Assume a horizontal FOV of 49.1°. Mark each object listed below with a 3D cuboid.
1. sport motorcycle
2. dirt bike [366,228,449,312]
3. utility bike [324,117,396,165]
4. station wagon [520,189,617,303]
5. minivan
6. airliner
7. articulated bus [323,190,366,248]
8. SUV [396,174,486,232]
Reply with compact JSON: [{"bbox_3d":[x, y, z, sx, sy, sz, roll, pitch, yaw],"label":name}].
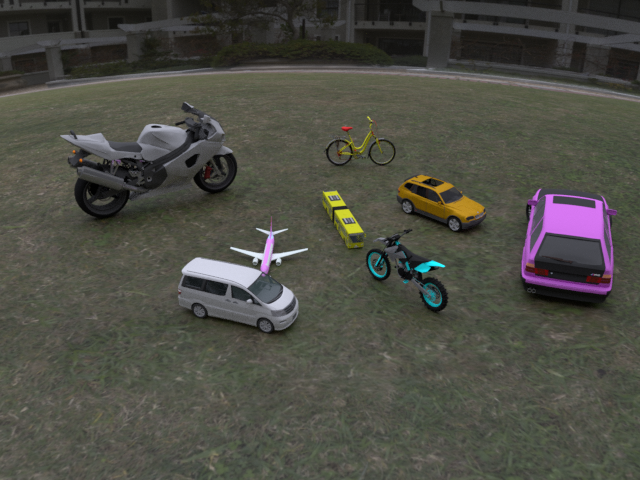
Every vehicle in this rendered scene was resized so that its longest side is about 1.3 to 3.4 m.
[{"bbox_3d":[-2.781,-1.344,11.901,2.955,1.596,0.983,-15,31,-28],"label":"sport motorcycle"},{"bbox_3d":[1.137,0.356,9.354,0.527,0.857,1.493,-21,33,-35],"label":"dirt bike"},{"bbox_3d":[0.781,-1.941,13.805,1.435,0.946,0.535,0,27,0],"label":"utility bike"},{"bbox_3d":[3.686,-0.182,10.350,1.327,0.920,3.105,9,28,16],"label":"station wagon"},{"bbox_3d":[-1.039,0.684,8.972,1.548,0.616,0.681,10,28,19],"label":"minivan"},{"bbox_3d":[-0.769,0.108,10.320,1.161,0.429,1.307,1,27,2],"label":"airliner"},{"bbox_3d":[0.356,-0.364,11.410,0.311,0.289,1.749,-6,27,-12],"label":"articulated bus"},{"bbox_3d":[2.010,-0.653,11.660,0.656,0.580,1.572,-24,35,-39],"label":"SUV"}]
